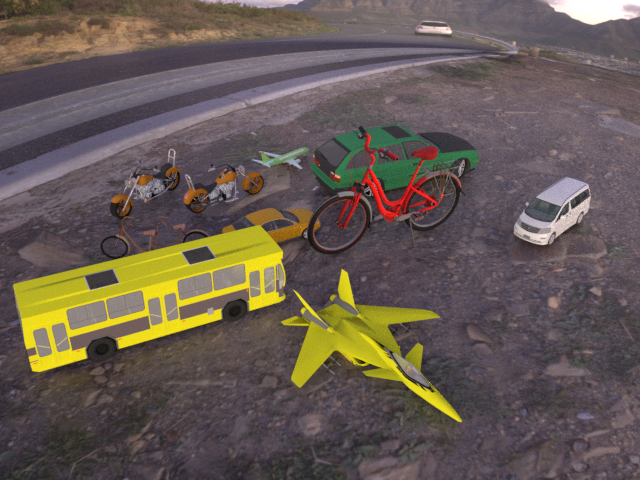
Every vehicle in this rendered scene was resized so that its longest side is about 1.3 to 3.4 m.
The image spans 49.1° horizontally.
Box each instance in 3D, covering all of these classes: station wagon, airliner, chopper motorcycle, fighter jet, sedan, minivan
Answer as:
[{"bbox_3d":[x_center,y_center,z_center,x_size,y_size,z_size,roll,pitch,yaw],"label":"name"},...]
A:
[{"bbox_3d":[1.424,-1.560,12.755,3.105,0.920,1.327,-13,33,-21],"label":"station wagon"},{"bbox_3d":[-0.658,-1.667,13.419,1.161,0.429,1.307,26,39,36],"label":"airliner"},{"bbox_3d":[-1.621,-0.960,11.895,1.563,0.761,0.466,-24,38,-34],"label":"chopper motorcycle"},{"bbox_3d":[0.733,1.263,8.328,2.229,0.557,2.640,-21,36,-31],"label":"fighter jet"},{"bbox_3d":[-0.742,-0.218,10.911,1.613,0.483,0.635,-18,35,-27],"label":"sedan"},{"bbox_3d":[3.732,-0.468,11.204,0.681,0.616,1.548,26,40,37],"label":"minivan"},{"bbox_3d":[-2.962,-0.962,11.899,0.466,0.761,1.563,18,35,28],"label":"chopper motorcycle"}]

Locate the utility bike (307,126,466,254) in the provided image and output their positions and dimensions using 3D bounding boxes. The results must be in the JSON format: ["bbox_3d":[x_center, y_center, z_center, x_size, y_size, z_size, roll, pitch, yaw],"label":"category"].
[{"bbox_3d":[1.115,-0.714,10.417,2.791,1.839,1.039,-14,33,-22],"label":"utility bike"}]

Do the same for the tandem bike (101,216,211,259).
[{"bbox_3d":[-2.446,-0.044,10.421,1.642,0.682,0.283,-3,31,-6],"label":"tandem bike"}]

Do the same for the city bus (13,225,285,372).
[{"bbox_3d":[-2.078,0.716,8.924,3.255,0.894,0.926,-15,34,-23],"label":"city bus"}]
